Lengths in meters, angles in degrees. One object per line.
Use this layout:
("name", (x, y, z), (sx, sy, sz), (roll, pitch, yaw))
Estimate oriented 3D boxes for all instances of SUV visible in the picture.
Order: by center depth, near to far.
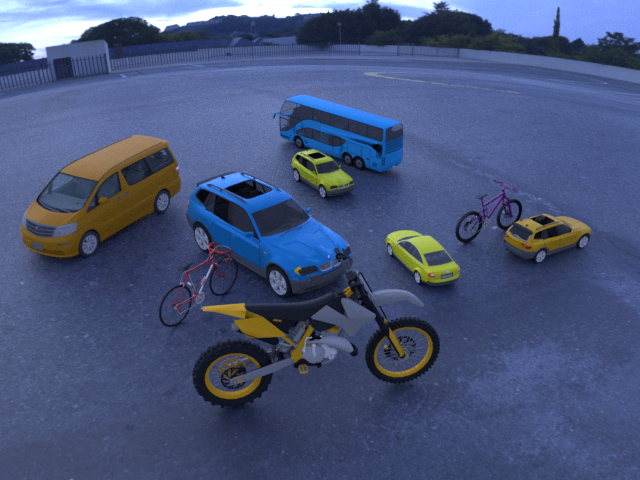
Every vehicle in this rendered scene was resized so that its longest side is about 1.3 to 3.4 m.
("SUV", (-0.858, -0.198, 10.893), (1.276, 1.128, 3.058), (-24, 36, -38))
("SUV", (3.699, -0.117, 11.327), (1.572, 0.580, 0.656), (-15, 31, -27))
("SUV", (0.031, -1.326, 13.617), (0.656, 0.580, 1.572), (-17, 32, -28))

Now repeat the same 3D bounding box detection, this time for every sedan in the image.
("sedan", (1.562, 0.191, 10.847), (0.635, 0.483, 1.613), (-11, 30, -19))

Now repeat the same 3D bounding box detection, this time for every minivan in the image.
("minivan", (-3.705, -0.798, 11.957), (1.324, 1.197, 3.011), (14, 31, 24))

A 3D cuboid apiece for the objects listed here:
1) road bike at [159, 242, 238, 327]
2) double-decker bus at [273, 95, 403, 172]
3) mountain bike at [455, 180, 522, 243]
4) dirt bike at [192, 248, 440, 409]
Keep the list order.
("road bike", (-1.663, 0.594, 9.689), (0.358, 0.852, 1.545), (18, 33, 31))
("double-decker bus", (0.352, -2.338, 15.030), (3.251, 1.052, 0.756), (25, 37, 38))
("mountain bike", (2.848, -0.461, 11.670), (1.469, 0.868, 0.573), (-16, 32, -27))
("dirt bike", (-0.004, 1.072, 7.911), (2.903, 1.666, 1.024), (-6, 28, -10))
